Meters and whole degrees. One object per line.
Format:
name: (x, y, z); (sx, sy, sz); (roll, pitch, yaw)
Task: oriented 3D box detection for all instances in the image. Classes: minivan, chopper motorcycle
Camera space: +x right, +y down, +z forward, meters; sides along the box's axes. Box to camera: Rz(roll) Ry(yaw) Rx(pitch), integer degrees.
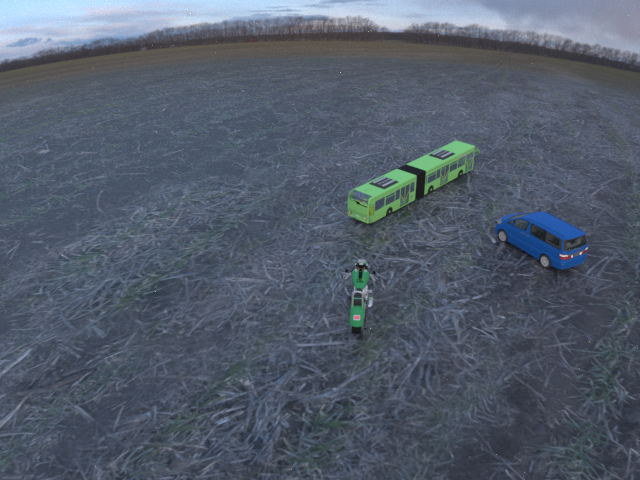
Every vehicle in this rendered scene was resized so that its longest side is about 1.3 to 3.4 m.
minivan: (3.493, -0.095, 11.140); (0.681, 0.616, 1.548); (-16, 33, -26)
chopper motorcycle: (0.555, 0.643, 9.654); (0.466, 0.761, 1.563); (3, 29, 5)

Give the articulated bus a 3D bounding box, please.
articulated bus: (1.802, -1.134, 13.078); (0.605, 0.561, 3.401); (24, 37, 36)
